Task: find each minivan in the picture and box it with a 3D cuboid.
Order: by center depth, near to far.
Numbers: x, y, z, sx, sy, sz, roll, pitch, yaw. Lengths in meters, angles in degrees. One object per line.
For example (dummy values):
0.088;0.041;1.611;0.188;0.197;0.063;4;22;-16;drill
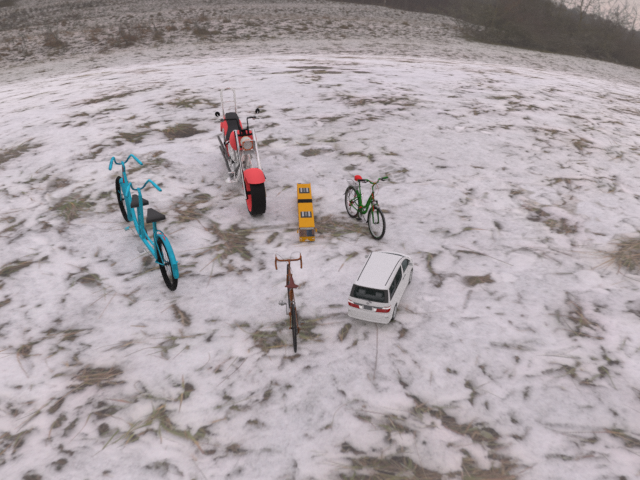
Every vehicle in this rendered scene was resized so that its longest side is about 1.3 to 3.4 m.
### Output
0.854;0.521;9.502;0.681;0.616;1.548;9;30;17;minivan

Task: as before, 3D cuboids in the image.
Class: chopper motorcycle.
-1.412;-1.654;12.580;0.906;1.480;3.040;-8;30;-14;chopper motorcycle

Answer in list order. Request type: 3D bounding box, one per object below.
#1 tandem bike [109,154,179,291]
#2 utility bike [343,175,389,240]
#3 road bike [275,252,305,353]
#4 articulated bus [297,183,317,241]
-2.658;-0.391;10.430;0.550;1.326;3.192;-14;32;-24;tandem bike
0.757;-0.650;11.300;0.535;0.946;1.435;-12;31;-21;utility bike
-0.364;0.733;8.869;0.358;0.852;1.545;-3;29;-5;road bike
-0.247;-0.492;11.696;0.311;0.289;1.749;-1;29;-3;articulated bus
